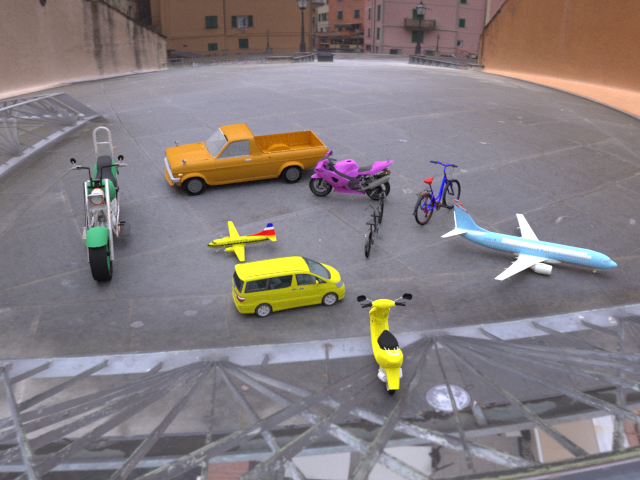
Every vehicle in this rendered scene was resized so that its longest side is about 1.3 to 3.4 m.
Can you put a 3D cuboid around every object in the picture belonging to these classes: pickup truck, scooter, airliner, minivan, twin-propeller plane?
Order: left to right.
[{"bbox_3d":[-1.234,-0.034,11.027,1.095,0.407,1.370,-7,29,-13],"label":"twin-propeller plane"},{"bbox_3d":[-1.425,-1.665,13.465,3.117,0.993,1.244,-9,29,-16],"label":"pickup truck"},{"bbox_3d":[-0.424,0.584,9.643,1.548,0.616,0.681,-8,29,-15],"label":"minivan"},{"bbox_3d":[0.774,1.123,8.308,0.662,0.919,1.399,-2,28,-4],"label":"scooter"},{"bbox_3d":[3.190,-0.050,10.600,2.541,0.835,2.257,10,30,19],"label":"airliner"}]

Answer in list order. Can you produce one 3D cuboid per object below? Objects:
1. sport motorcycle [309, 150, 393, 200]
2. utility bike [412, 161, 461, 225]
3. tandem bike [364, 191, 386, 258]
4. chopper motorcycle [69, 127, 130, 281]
[{"bbox_3d":[0.552,-1.137,12.657,1.520,0.821,0.506,4,28,8],"label":"sport motorcycle"},{"bbox_3d":[1.983,-0.848,11.981,0.535,0.946,1.435,23,36,36],"label":"utility bike"},{"bbox_3d":[0.881,-0.317,11.265,0.283,0.682,1.642,7,29,12],"label":"tandem bike"},{"bbox_3d":[-3.435,-0.638,11.019,0.906,1.480,3.040,-6,29,-10],"label":"chopper motorcycle"}]
